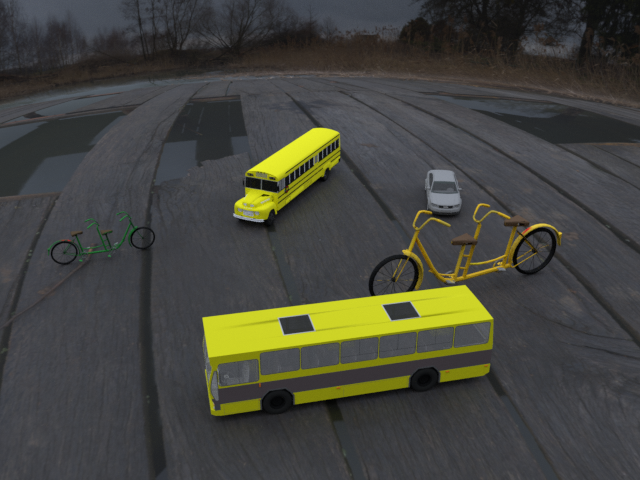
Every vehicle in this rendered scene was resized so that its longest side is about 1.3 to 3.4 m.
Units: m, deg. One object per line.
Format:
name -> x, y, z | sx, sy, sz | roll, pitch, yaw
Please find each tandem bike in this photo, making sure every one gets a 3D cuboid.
tandem bike -> -3.412, -0.038, 10.952 | 1.642, 0.682, 0.283 | -12, 29, -22
tandem bike -> 2.145, 0.111, 9.933 | 3.192, 1.326, 0.550 | -10, 28, -19

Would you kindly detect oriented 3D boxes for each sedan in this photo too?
sedan -> 2.284, -0.946, 12.990 | 0.635, 0.483, 1.613 | 2, 27, 5

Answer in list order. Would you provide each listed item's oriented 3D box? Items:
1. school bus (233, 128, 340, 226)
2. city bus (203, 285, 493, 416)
school bus -> -0.560, -1.252, 13.201 | 0.709, 0.844, 3.322 | 12, 29, 22
city bus -> 0.317, 1.273, 8.089 | 3.255, 0.894, 0.926 | -6, 27, -12
